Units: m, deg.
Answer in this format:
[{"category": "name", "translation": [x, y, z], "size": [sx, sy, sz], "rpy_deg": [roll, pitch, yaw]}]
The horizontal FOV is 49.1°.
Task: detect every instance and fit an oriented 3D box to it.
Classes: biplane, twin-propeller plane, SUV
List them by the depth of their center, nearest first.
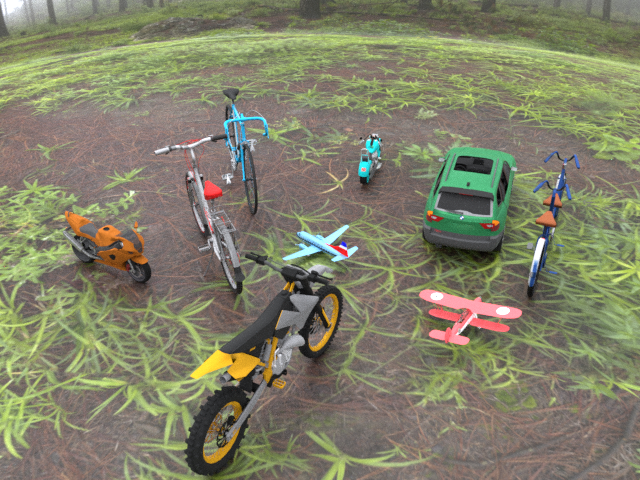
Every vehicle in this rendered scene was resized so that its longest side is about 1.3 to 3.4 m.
[{"category": "biplane", "translation": [1.787, 0.994, 8.801], "size": [1.336, 0.504, 1.090], "rpy_deg": [19, 36, 28]}, {"category": "twin-propeller plane", "translation": [0.024, 0.038, 10.458], "size": [1.095, 0.407, 1.370], "rpy_deg": [27, 41, 37]}, {"category": "SUV", "translation": [2.464, -0.876, 11.260], "size": [1.276, 1.128, 3.058], "rpy_deg": [9, 33, 15]}]

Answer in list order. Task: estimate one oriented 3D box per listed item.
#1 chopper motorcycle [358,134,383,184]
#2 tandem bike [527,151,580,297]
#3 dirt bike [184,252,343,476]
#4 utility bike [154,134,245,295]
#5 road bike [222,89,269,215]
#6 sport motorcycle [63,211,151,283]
[{"category": "chopper motorcycle", "translation": [0.940, -1.598, 12.793], "size": [0.466, 0.761, 1.563], "rpy_deg": [7, 32, 12]}, {"category": "tandem bike", "translation": [3.385, -0.381, 10.261], "size": [0.550, 1.326, 3.192], "rpy_deg": [13, 34, 20]}, {"category": "dirt bike", "translation": [-0.505, 1.113, 7.491], "size": [1.024, 1.666, 2.903], "rpy_deg": [17, 35, 26]}, {"category": "utility bike", "translation": [-1.650, -0.444, 9.873], "size": [1.039, 1.839, 2.791], "rpy_deg": [-12, 34, -19]}, {"category": "road bike", "translation": [-1.389, -1.662, 12.041], "size": [0.696, 1.656, 3.004], "rpy_deg": [-8, 32, -13]}, {"category": "sport motorcycle", "translation": [-3.018, 0.094, 9.968], "size": [1.520, 0.821, 0.506], "rpy_deg": [17, 35, 26]}]
